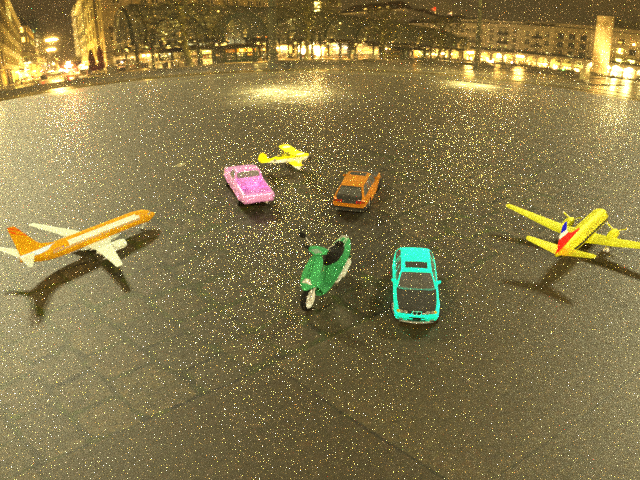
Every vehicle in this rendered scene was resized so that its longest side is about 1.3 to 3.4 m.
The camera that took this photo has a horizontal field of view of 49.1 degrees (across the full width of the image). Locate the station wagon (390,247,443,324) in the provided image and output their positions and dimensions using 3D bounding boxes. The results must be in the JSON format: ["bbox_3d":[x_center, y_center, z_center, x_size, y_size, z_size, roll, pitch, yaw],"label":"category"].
[{"bbox_3d":[1.293,0.556,9.507,0.682,0.473,1.597,2,26,5],"label":"station wagon"}]

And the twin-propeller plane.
[{"bbox_3d":[4.010,-0.201,10.677,2.663,0.792,2.129,19,32,34],"label":"twin-propeller plane"}]

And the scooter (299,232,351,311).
[{"bbox_3d":[0.088,0.304,9.514,0.662,0.919,1.399,13,29,25],"label":"scooter"}]

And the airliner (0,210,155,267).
[{"bbox_3d":[-3.540,-0.212,10.650,2.257,0.835,2.541,19,32,34],"label":"airliner"}]

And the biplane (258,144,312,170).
[{"bbox_3d":[-0.693,-1.627,13.880,1.090,0.504,1.336,-9,28,-18],"label":"biplane"}]

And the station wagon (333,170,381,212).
[{"bbox_3d":[0.695,-0.992,12.632,0.682,0.473,1.597,7,27,14],"label":"station wagon"}]

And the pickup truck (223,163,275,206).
[{"bbox_3d":[-1.309,-1.055,12.717,0.640,0.511,1.603,-9,28,-17],"label":"pickup truck"}]
